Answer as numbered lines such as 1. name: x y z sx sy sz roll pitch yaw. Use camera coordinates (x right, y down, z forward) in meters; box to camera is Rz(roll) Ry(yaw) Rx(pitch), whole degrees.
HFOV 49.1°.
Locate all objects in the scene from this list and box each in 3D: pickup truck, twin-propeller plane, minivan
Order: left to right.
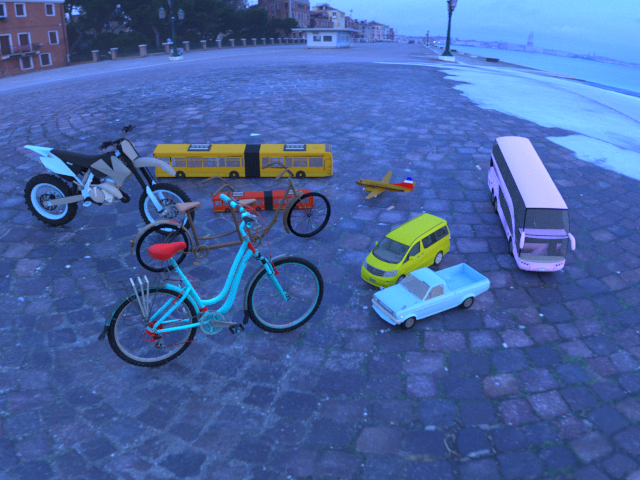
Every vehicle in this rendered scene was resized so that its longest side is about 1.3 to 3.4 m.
1. twin-propeller plane: 1.156 -1.016 12.578 1.095 0.407 1.370 11 30 20
2. minivan: 1.256 0.154 10.168 0.681 0.616 1.548 24 36 37
3. pickup truck: 1.486 0.669 9.315 1.603 0.511 0.640 -15 32 -26

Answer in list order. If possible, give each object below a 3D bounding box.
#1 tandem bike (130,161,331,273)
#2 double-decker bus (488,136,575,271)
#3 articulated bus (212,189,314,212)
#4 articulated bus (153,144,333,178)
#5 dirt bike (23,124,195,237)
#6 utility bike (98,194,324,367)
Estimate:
1. tandem bike: -1.251 -0.368 10.390 3.192 1.326 0.550 -14 31 -24
2. double-decker bus: 3.273 -0.632 11.176 0.756 1.052 3.251 2 28 3
3. articulated bus: -0.987 -0.679 12.072 1.749 0.289 0.311 -2 28 -5
4. articulated bus: -1.465 -1.516 13.350 3.401 0.561 0.605 0 28 0
5. dirt bike: -3.382 -0.893 11.012 2.903 1.666 1.024 5 29 10
6. utility bike: -1.274 0.462 8.292 2.791 1.839 1.039 -12 30 -21
